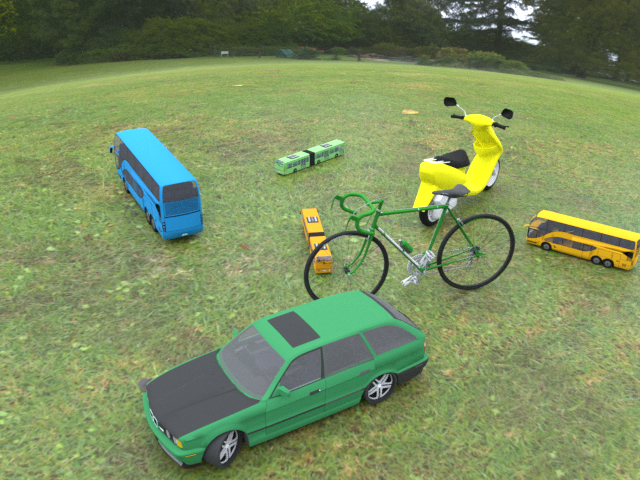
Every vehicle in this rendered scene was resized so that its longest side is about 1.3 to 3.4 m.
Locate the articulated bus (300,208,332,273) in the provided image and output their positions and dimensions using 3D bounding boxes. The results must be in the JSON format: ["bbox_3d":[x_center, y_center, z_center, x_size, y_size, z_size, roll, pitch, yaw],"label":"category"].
[{"bbox_3d":[-0.060,-0.016,10.840,0.311,0.289,1.749,-4,28,-7],"label":"articulated bus"}]

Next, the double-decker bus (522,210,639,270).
[{"bbox_3d":[3.931,-0.020,10.574,1.672,0.541,0.389,18,32,31],"label":"double-decker bus"}]

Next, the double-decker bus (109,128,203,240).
[{"bbox_3d":[-2.861,-1.061,12.030,0.756,1.052,3.251,-14,30,-24],"label":"double-decker bus"}]

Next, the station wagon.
[{"bbox_3d":[-0.341,1.342,7.528,3.105,0.920,1.327,-15,31,-27],"label":"station wagon"}]

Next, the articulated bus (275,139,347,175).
[{"bbox_3d":[-0.168,-1.669,14.035,1.749,0.289,0.311,-25,36,-39],"label":"articulated bus"}]

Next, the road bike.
[{"bbox_3d":[1.238,0.067,9.193,3.004,1.656,0.697,-7,28,-14],"label":"road bike"}]

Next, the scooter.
[{"bbox_3d":[2.431,-1.373,11.833,1.288,1.786,2.721,21,34,35],"label":"scooter"}]
